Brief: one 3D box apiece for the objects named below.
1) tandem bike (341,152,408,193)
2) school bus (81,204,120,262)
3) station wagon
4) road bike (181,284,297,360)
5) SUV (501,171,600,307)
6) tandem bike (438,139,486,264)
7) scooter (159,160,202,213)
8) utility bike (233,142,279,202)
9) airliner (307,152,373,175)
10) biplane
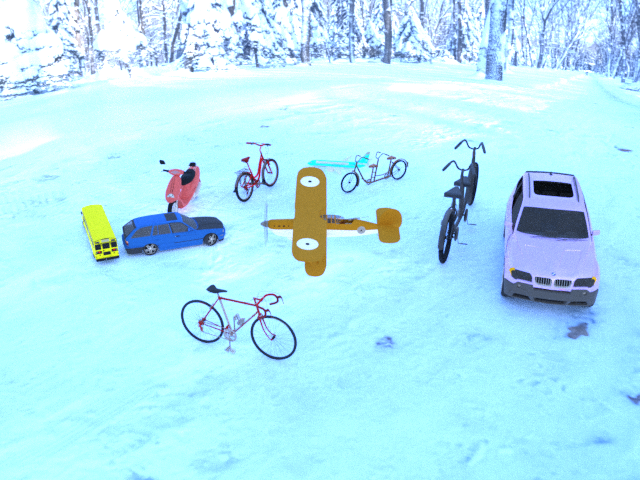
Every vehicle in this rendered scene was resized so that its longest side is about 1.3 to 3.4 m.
[{"bbox_3d":[1.054,-1.341,13.214,1.642,0.682,0.283,-17,31,-31],"label":"tandem bike"},{"bbox_3d":[-3.495,-0.159,11.043,0.365,0.434,1.708,-11,28,-22],"label":"school bus"},{"bbox_3d":[-2.291,-0.161,11.002,1.597,0.473,0.682,-9,27,-18],"label":"station wagon"},{"bbox_3d":[-0.984,0.949,8.260,1.545,0.852,0.358,10,27,19],"label":"road bike"},{"bbox_3d":[3.316,-0.119,10.159,1.276,1.128,3.058,6,26,13],"label":"SUV"},{"bbox_3d":[2.269,-0.741,11.226,0.550,1.326,3.192,9,27,19],"label":"tandem bike"},{"bbox_3d":[-2.389,-0.993,12.217,0.662,0.919,1.399,5,26,11],"label":"scooter"},{"bbox_3d":[-1.206,-1.294,12.813,0.535,0.946,1.435,14,29,26],"label":"utility bike"},{"bbox_3d":[0.379,-1.609,14.061,1.307,0.429,1.161,6,26,11],"label":"airliner"},{"bbox_3d":[0.166,-0.190,10.477,2.120,0.981,2.598,0,26,0],"label":"biplane"}]
